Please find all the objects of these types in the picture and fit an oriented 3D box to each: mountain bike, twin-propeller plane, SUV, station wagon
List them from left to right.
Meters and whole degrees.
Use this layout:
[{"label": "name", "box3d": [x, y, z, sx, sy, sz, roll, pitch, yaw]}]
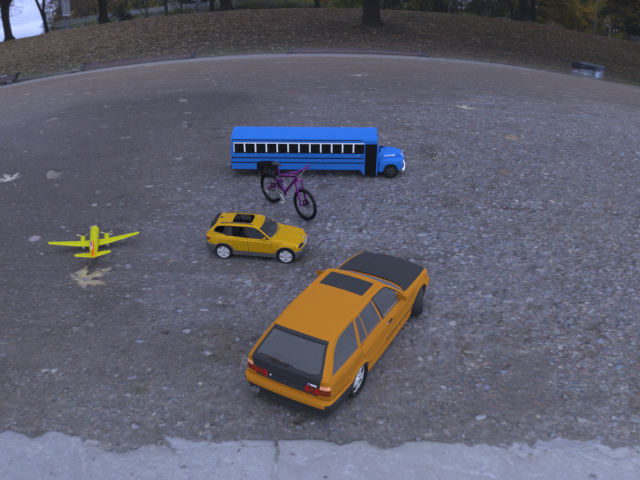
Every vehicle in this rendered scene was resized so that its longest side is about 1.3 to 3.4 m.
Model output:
[{"label": "twin-propeller plane", "box3d": [-3.512, -0.016, 10.863, 1.370, 0.407, 1.095, -7, 30, -12]}, {"label": "SUV", "box3d": [-0.977, -0.077, 10.796, 1.572, 0.580, 0.656, 4, 30, 7]}, {"label": "mountain bike", "box3d": [-0.559, -0.893, 11.958, 0.573, 0.868, 1.469, -24, 37, -36]}, {"label": "station wagon", "box3d": [0.356, 0.881, 8.737, 1.327, 0.920, 3.105, 15, 33, 25]}]

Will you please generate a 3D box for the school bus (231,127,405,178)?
[{"label": "school bus", "box3d": [-0.028, -1.708, 13.437, 3.322, 0.844, 0.709, 1, 29, 1]}]
